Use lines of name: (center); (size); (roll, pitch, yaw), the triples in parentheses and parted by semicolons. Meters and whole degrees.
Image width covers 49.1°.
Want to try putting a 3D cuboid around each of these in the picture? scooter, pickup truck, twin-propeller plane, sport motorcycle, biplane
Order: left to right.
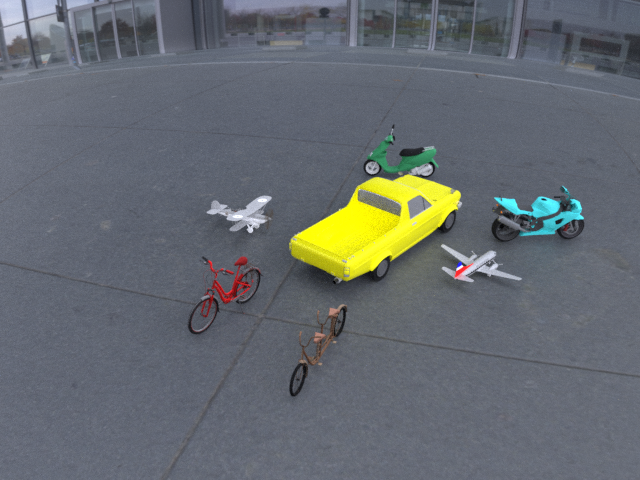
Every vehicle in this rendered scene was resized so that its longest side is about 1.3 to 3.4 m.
biplane: (-1.279, -0.424, 11.408); (1.090, 0.504, 1.336); (11, 32, 18)
pickup truck: (0.944, -0.324, 10.752); (1.244, 0.993, 3.117); (23, 37, 34)
scooter: (1.515, -1.604, 13.019); (1.399, 0.919, 0.662); (2, 30, 4)
twin-propeller plane: (2.283, 0.326, 10.219); (1.370, 0.407, 1.095); (26, 39, 37)
sport motorcycle: (3.437, -0.364, 10.991); (1.520, 0.821, 0.506); (-2, 30, -3)

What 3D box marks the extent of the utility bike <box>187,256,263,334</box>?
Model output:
utility bike: (-1.187, 0.627, 9.170); (0.535, 0.946, 1.435); (21, 36, 31)

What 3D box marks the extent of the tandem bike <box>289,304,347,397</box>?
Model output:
tandem bike: (0.006, 1.198, 8.452); (0.283, 0.682, 1.642); (13, 33, 21)
